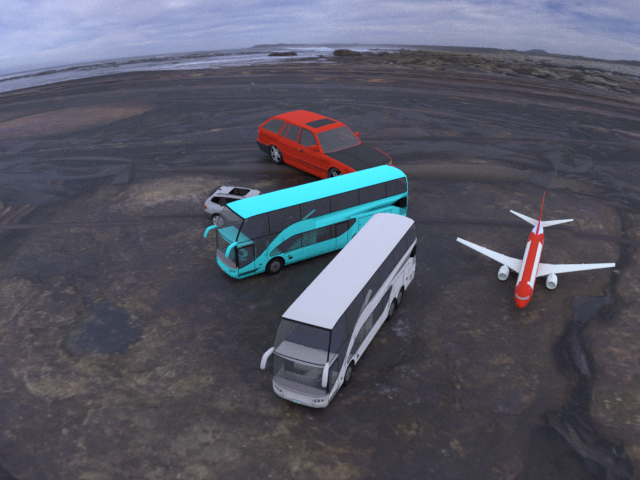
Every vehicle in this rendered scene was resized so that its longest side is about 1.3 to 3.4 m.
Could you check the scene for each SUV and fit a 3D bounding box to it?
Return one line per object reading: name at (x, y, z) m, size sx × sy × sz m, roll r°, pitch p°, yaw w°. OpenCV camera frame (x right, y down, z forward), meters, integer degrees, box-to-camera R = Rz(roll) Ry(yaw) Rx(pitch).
SUV at (-1.144, -0.520, 11.550) m, size 1.572 × 0.580 × 0.656 m, roll 8°, pitch 28°, yaw 16°

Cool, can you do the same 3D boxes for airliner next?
airliner at (3.044, 0.125, 10.005) m, size 2.257 × 0.835 × 2.541 m, roll 10°, pitch 29°, yaw 19°

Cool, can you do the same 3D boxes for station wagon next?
station wagon at (0.064, -1.857, 13.799) m, size 1.327 × 0.920 × 3.105 m, roll -21°, pitch 34°, yaw -36°

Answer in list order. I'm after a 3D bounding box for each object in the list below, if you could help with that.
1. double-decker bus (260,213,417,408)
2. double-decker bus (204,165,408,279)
double-decker bus at (0.387, 0.754, 8.533) m, size 0.756 × 1.052 × 3.251 m, roll 12°, pitch 29°, yaw 22°
double-decker bus at (-0.106, -0.295, 10.590) m, size 3.251 × 1.052 × 0.756 m, roll -16°, pitch 31°, yaw -29°
